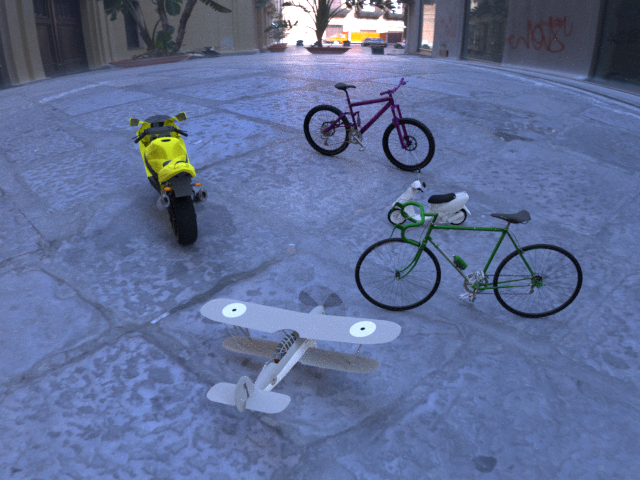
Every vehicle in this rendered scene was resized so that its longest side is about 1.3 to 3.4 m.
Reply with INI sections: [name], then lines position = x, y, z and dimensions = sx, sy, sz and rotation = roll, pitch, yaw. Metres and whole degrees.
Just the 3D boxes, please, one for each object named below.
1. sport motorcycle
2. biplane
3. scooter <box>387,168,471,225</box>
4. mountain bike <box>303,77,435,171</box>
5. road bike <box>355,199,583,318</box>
[sport motorcycle]
position = -2.529, -1.106, 11.821
dimensions = 0.983, 1.596, 2.955
rotation = -10, 31, -18
[biplane]
position = -0.436, 1.314, 8.138
dimensions = 2.598, 0.981, 2.120
rotation = 13, 32, 22
[scooter]
position = 1.842, -0.659, 11.717
dimensions = 1.399, 0.919, 0.662
rotation = 0, 29, 0
[mountain bike]
position = 0.935, -2.316, 13.885
dimensions = 2.857, 1.688, 1.114
rotation = 14, 32, 23
[road bike]
position = 1.969, 0.300, 9.254
dimensions = 3.004, 1.656, 0.697
rotation = 3, 29, 4
